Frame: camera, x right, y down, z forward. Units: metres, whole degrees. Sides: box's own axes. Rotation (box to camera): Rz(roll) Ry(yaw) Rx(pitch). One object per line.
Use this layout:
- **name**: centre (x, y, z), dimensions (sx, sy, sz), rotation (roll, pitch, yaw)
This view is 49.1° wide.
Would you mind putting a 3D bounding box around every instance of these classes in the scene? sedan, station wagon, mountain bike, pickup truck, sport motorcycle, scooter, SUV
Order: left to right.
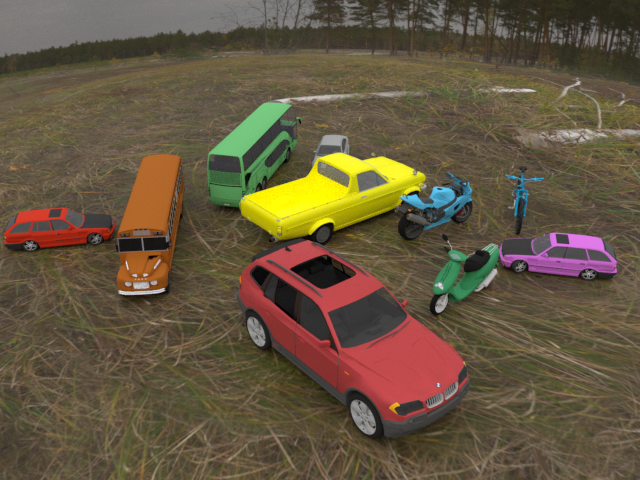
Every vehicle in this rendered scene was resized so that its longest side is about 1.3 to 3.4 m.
- **station wagon**: centre (-3.977, -0.210, 10.725), dimensions (1.597, 0.473, 0.682), rotation (-6, 29, -11)
- **sedan**: centre (0.216, -1.669, 13.420), dimensions (0.635, 0.483, 1.613), rotation (4, 29, 7)
- **pickup truck**: centre (0.279, -0.780, 11.236), dimensions (3.117, 0.993, 1.244), rotation (-21, 35, -33)
- **SUV**: centre (0.267, 0.953, 7.881), dimensions (1.276, 1.128, 3.058), rotation (-21, 35, -34)
- **sport motorcycle**: centre (1.821, -0.511, 10.919), dimensions (1.520, 0.821, 0.506), rotation (-17, 33, -28)
- **scooter**: centre (1.923, 0.381, 9.161), dimensions (1.399, 0.919, 0.662), rotation (-23, 36, -36)
- **mountain bike**: centre (3.224, -0.719, 11.255), dimensions (0.573, 0.868, 1.469), rotation (6, 29, 12)
- **station wagon**: centre (3.387, 0.182, 9.999), dimensions (1.597, 0.473, 0.682), rotation (6, 29, 11)

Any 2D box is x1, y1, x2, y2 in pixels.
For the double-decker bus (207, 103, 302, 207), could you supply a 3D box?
- **double-decker bus**: centre (-1.139, -1.643, 12.774), dimensions (0.756, 1.052, 3.251), rotation (7, 29, 13)

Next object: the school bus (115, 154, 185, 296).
- **school bus**: centre (-2.501, -0.302, 10.506), dimensions (0.709, 0.844, 3.322), rotation (-3, 28, -5)
